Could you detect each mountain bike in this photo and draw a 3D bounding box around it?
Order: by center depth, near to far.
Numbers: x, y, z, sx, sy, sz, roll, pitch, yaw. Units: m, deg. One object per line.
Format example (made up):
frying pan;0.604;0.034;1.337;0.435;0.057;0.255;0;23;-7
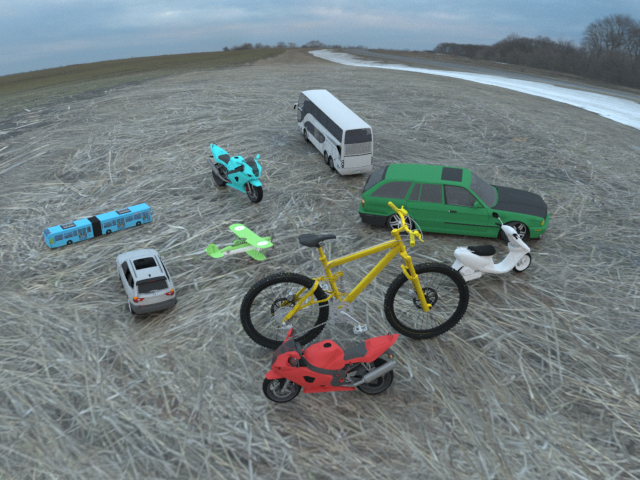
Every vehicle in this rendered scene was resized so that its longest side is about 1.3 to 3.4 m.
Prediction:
mountain bike;0.451;0.559;8.463;2.857;1.688;1.114;-4;28;-7

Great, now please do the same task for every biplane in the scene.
biplane;-1.205;0.093;10.647;1.090;0.504;1.336;-14;31;-25

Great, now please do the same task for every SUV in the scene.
SUV;-2.459;0.481;9.815;0.656;0.580;1.572;-11;29;-20

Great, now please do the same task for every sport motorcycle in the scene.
sport motorcycle;0.113;1.412;7.758;1.520;0.821;0.506;-4;28;-8
sport motorcycle;-1.540;-1.237;12.868;0.506;0.821;1.520;-22;35;-36

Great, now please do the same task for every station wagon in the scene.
station wagon;2.235;-0.677;11.679;3.105;0.920;1.327;6;28;11

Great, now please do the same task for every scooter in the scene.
scooter;2.494;0.155;10.077;1.399;0.919;0.662;-10;29;-19

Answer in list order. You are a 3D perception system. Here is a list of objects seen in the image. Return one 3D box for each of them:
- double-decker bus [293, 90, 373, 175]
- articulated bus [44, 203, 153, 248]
double-decker bus;0.242;-2.345;14.754;0.756;1.052;3.251;-8;29;-16
articulated bus;-3.619;-0.247;11.536;1.749;0.289;0.311;-19;33;-32
